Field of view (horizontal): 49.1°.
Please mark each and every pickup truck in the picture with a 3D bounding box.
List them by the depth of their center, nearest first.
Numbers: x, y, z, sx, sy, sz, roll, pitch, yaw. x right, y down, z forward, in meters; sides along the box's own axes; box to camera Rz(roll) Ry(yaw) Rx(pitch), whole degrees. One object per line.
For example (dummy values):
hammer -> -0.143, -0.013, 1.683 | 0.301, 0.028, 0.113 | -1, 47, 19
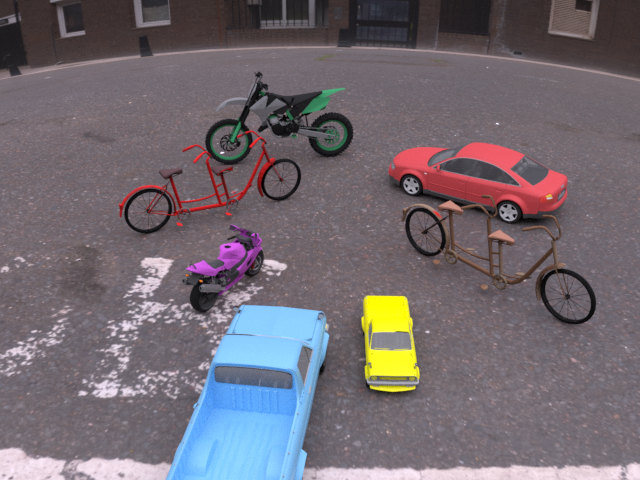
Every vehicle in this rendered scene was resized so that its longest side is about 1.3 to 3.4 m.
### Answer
pickup truck -> -0.656, 1.613, 7.252 | 1.244, 0.993, 3.117 | 4, 30, 7
pickup truck -> 0.839, 1.172, 8.504 | 0.640, 0.511, 1.603 | 1, 30, 1

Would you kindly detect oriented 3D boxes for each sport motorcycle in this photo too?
sport motorcycle -> -1.265, 0.369, 9.592 | 0.506, 0.821, 1.520 | 18, 35, 29

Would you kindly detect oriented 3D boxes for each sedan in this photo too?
sedan -> 2.678, -1.162, 12.140 | 3.137, 0.940, 1.235 | 19, 35, 29

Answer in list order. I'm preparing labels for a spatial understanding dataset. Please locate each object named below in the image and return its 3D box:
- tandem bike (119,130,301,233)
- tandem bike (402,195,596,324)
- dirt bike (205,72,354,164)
tandem bike -> -1.725, -0.977, 11.429 | 3.192, 1.326, 0.550 | -16, 33, -25
tandem bike -> 2.356, 0.055, 9.631 | 0.550, 1.326, 3.192 | -25, 38, -36
dirt bike -> -0.760, -2.290, 13.374 | 2.903, 1.666, 1.024 | -6, 30, -10
